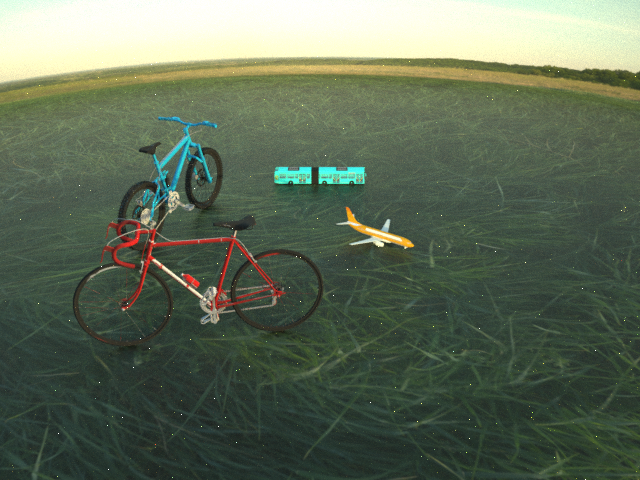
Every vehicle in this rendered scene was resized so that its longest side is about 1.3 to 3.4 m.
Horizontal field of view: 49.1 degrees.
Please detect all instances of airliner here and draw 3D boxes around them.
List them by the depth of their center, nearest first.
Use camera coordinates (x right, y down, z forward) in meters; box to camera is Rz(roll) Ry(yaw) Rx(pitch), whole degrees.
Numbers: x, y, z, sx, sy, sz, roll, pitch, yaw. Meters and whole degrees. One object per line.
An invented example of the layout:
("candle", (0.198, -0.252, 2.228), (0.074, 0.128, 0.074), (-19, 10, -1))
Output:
("airliner", (0.931, -0.184, 11.165), (1.307, 0.429, 1.161), (18, 31, 32))

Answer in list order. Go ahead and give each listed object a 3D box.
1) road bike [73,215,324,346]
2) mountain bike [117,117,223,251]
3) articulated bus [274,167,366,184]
("road bike", (-1.434, 0.482, 8.396), (3.004, 1.656, 0.696), (-5, 26, -9))
("mountain bike", (-2.372, -0.994, 11.390), (1.114, 1.688, 2.857), (11, 28, 21))
("articulated bus", (0.004, -1.243, 13.500), (1.749, 0.289, 0.311), (0, 26, 0))
